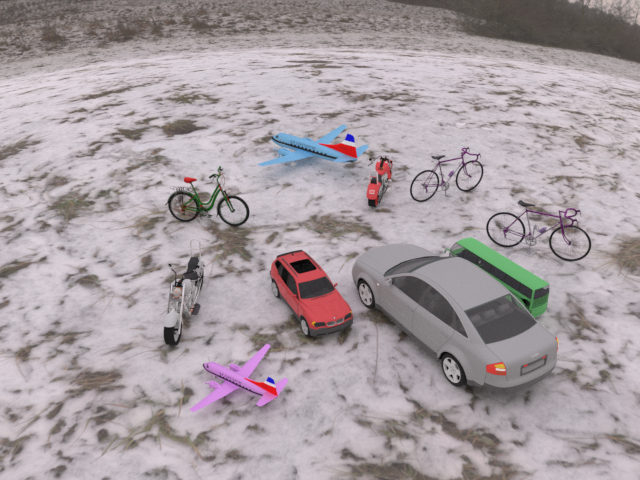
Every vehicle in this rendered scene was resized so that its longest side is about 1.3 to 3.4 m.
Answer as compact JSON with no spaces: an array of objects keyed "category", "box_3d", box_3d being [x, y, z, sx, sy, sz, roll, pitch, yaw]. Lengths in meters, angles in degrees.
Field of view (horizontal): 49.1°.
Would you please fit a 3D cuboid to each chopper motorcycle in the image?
[{"category":"chopper motorcycle","box_3d":[1.076,-1.152,12.301,0.466,0.761,1.563,8,30,14]},{"category":"chopper motorcycle","box_3d":[-1.771,0.656,9.106,0.466,0.761,1.563,3,30,5]}]

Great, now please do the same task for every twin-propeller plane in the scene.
[{"category":"twin-propeller plane","box_3d":[-0.915,1.543,7.896,1.095,0.407,1.370,18,34,29]},{"category":"twin-propeller plane","box_3d":[-0.144,-1.868,13.535,2.129,0.792,2.663,21,36,32]}]

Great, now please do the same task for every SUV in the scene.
[{"category":"SUV","box_3d":[-0.143,0.667,9.270,0.656,0.580,1.572,-13,32,-22]}]

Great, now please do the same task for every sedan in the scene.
[{"category":"sedan","box_3d":[1.557,0.740,8.775,1.235,0.940,3.137,-16,33,-26]}]

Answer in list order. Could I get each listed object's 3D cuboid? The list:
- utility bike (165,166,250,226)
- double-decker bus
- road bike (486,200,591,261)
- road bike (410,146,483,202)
[{"category":"utility bike","box_3d":[-1.831,-0.714,11.340,1.435,0.946,0.535,5,30,9]},{"category":"double-decker bus","box_3d":[2.403,0.484,9.633,0.389,0.541,1.672,-17,34,-27]},{"category":"road bike","box_3d":[3.265,-0.163,10.461,1.545,0.852,0.358,13,32,22]},{"category":"road bike","box_3d":[2.233,-1.144,12.195,1.545,0.852,0.358,-14,32,-23]}]
